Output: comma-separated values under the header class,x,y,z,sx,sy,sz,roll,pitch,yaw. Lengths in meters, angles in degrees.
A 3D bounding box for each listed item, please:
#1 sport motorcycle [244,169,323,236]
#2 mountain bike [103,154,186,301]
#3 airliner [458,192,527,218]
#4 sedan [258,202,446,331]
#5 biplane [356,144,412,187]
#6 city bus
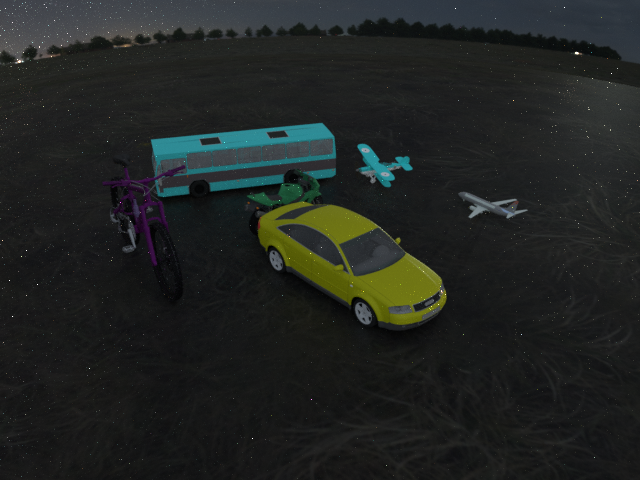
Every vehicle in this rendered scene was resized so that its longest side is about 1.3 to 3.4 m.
class,x,y,z,sx,sy,sz,roll,pitch,yaw
sport motorcycle,-0.543,-0.593,11.301,1.520,0.821,0.506,-23,36,-35
mountain bike,-2.546,-0.335,9.926,1.114,1.688,2.857,-16,33,-27
airliner,2.836,-0.675,11.859,1.161,0.429,1.307,-20,34,-31
sedan,0.373,0.193,9.741,1.235,0.940,3.137,-23,36,-35
biplane,1.174,-1.341,12.997,1.090,0.504,1.336,-10,30,-18
city bus,-1.375,-1.443,12.777,3.255,0.894,0.926,-8,30,-14
